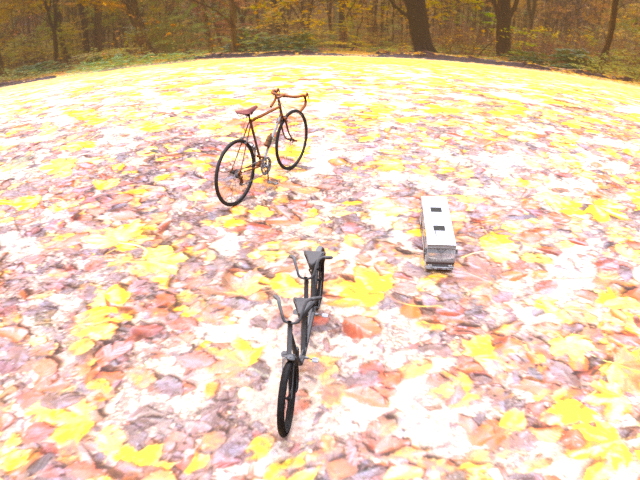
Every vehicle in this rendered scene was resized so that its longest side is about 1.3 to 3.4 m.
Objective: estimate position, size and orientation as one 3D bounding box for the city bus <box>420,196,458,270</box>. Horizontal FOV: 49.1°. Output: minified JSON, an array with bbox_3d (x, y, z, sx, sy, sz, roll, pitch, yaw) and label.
[{"bbox_3d":[1.780,-0.117,10.706,0.476,0.460,1.674,2,28,4],"label":"city bus"}]

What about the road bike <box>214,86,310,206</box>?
[{"bbox_3d":[-0.981,-1.736,12.459,0.697,1.656,3.004,15,32,25],"label":"road bike"}]

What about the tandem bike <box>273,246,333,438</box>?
[{"bbox_3d":[-0.172,0.812,8.057,0.550,1.326,3.192,4,28,7],"label":"tandem bike"}]
